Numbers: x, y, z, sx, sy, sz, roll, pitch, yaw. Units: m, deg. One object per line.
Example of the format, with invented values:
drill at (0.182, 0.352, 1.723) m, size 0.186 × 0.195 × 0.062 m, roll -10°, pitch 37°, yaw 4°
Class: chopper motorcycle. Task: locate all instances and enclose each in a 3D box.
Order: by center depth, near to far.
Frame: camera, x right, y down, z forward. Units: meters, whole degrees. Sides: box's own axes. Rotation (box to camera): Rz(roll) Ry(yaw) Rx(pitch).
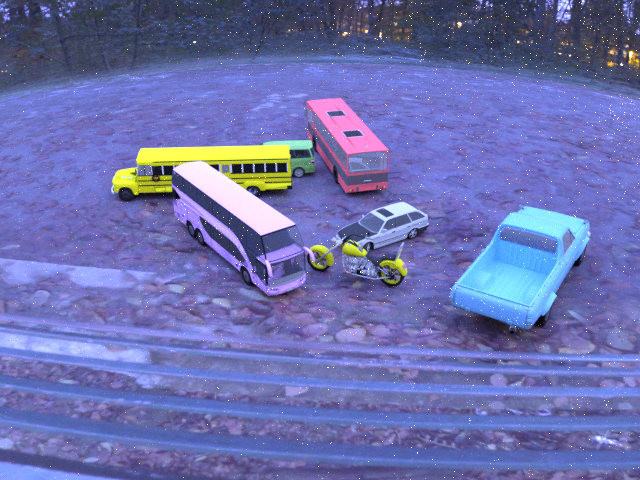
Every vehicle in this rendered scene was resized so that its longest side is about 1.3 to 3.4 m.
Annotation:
chopper motorcycle at (0.536, 0.235, 10.318) m, size 1.563 × 0.761 × 0.466 m, roll 12°, pitch 31°, yaw 21°

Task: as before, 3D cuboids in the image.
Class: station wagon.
station wagon at (1.024, -0.233, 11.473) m, size 1.597 × 0.473 × 0.682 m, roll -18°, pitch 33°, yaw -29°

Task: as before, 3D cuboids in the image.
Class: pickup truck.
pickup truck at (2.972, 0.245, 10.060) m, size 1.244 × 0.993 × 3.117 m, roll 17°, pitch 33°, yaw 28°

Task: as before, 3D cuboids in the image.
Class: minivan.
minivan at (-0.870, -1.611, 13.841) m, size 1.548 × 0.616 × 0.681 m, roll -2°, pitch 29°, yaw -4°

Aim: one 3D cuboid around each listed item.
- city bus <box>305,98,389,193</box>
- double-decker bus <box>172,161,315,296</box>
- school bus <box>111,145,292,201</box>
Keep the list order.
city bus at (0.478, -1.936, 14.145) m, size 0.926 × 0.894 × 3.255 m, roll -7°, pitch 29°, yaw -12°
double-decker bus at (-1.318, -0.228, 10.861) m, size 0.756 × 1.052 × 3.251 m, roll -19°, pitch 34°, yaw -31°
school bus at (-2.184, -1.265, 12.972) m, size 3.322 × 0.844 × 0.709 m, roll -2°, pitch 29°, yaw -3°
